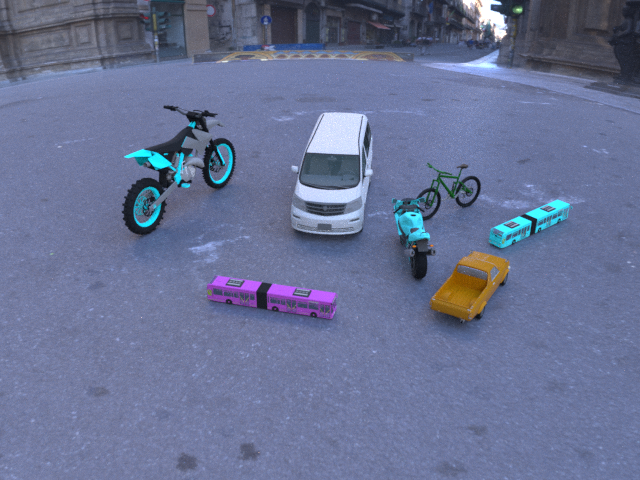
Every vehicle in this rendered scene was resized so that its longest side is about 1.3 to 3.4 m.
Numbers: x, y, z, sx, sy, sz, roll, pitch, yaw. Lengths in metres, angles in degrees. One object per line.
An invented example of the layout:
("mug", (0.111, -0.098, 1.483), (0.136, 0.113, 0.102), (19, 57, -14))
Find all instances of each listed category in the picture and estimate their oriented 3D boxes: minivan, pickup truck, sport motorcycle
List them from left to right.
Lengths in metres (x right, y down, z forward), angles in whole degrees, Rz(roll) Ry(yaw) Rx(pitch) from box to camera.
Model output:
("minivan", (0.262, -1.178, 11.877), (1.324, 1.197, 3.011), (3, 28, 6))
("sport motorcycle", (1.347, -0.075, 10.208), (0.506, 0.821, 1.520), (-2, 28, -5))
("pickup truck", (2.032, 0.558, 9.351), (0.640, 0.511, 1.603), (16, 32, 27))

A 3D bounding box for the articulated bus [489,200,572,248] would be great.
("articulated bus", (3.357, -0.267, 11.134), (1.749, 0.289, 0.311), (-21, 34, -33))

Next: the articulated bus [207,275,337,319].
("articulated bus", (-0.633, 0.750, 9.227), (1.749, 0.289, 0.311), (7, 29, 13))

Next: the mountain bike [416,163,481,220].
("mountain bike", (2.134, -0.842, 11.596), (1.469, 0.868, 0.573), (-17, 33, -29))

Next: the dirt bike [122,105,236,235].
("dirt bike", (-2.281, -1.279, 11.568), (1.024, 1.666, 2.903), (14, 31, 25))
